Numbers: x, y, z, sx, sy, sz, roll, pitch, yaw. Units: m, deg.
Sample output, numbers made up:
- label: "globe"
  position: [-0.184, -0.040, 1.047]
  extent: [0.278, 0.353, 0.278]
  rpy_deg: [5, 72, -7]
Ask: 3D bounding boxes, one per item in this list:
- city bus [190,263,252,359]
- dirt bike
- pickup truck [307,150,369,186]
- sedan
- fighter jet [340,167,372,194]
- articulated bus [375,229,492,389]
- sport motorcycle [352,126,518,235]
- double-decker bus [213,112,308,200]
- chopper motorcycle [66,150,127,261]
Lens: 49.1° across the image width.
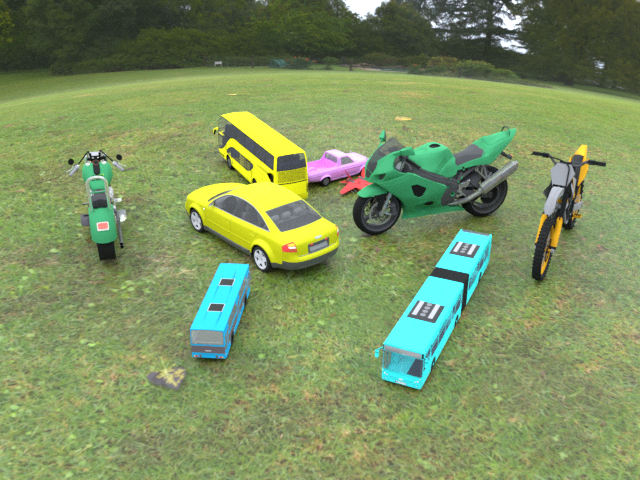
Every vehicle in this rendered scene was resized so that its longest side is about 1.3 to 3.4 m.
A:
- label: "city bus"
  position: [-1.244, 0.892, 8.974]
  extent: [0.476, 0.460, 1.674]
  rpy_deg: [2, 26, 5]
- label: "dirt bike"
  position: [3.696, -0.573, 10.591]
  extent: [1.024, 1.666, 2.903]
  rpy_deg: [14, 29, 26]
- label: "pickup truck"
  position: [0.256, -1.458, 13.708]
  extent: [1.603, 0.511, 0.640]
  rpy_deg: [-18, 31, -32]
- label: "sedan"
  position: [-1.011, -0.413, 11.090]
  extent: [1.235, 0.940, 3.137]
  rpy_deg: [-21, 33, -36]
- label: "fighter jet"
  position: [0.942, -0.996, 13.021]
  extent: [1.147, 0.286, 1.358]
  rpy_deg: [-12, 29, -23]
- label: "articulated bus"
  position: [1.607, 0.759, 9.130]
  extent: [0.605, 0.561, 3.401]
  rpy_deg: [12, 28, 22]
- label: "sport motorcycle"
  position: [1.904, -0.995, 11.531]
  extent: [2.955, 1.596, 0.983]
  rpy_deg: [-10, 28, -20]
- label: "double-decker bus"
  position: [-1.187, -1.650, 13.486]
  extent: [0.756, 1.052, 3.251]
  rpy_deg: [-12, 29, -23]
- label: "chopper motorcycle"
  position: [-3.539, -0.801, 11.268]
  extent: [0.906, 1.480, 3.040]
  rpy_deg: [-8, 27, -16]
